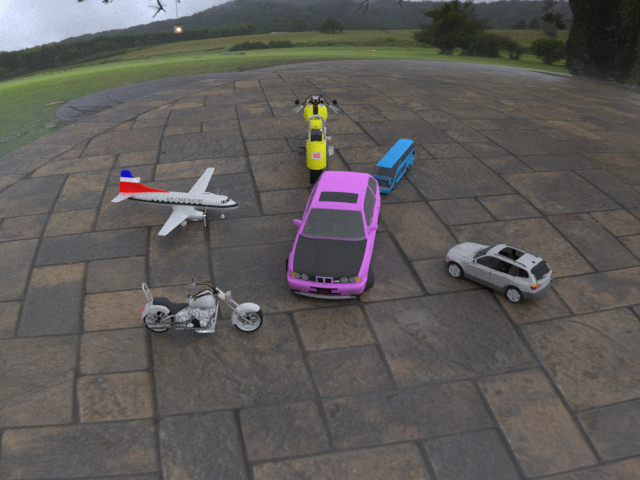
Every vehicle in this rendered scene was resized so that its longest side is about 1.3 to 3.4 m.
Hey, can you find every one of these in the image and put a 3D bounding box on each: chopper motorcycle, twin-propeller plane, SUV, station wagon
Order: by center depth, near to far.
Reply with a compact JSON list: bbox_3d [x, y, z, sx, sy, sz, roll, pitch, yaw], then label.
[{"bbox_3d":[-1.527,0.869,9.026,1.563,0.761,0.466,-1,29,-3],"label":"chopper motorcycle"},{"bbox_3d":[2.562,0.366,10.114,1.572,0.580,0.656,24,37,36],"label":"SUV"},{"bbox_3d":[0.273,-0.227,10.828,1.327,0.920,3.105,4,29,7],"label":"station wagon"},{"bbox_3d":[-2.422,-0.775,11.942,2.129,0.792,2.663,4,29,8],"label":"twin-propeller plane"},{"bbox_3d":[-0.079,-2.208,13.805,0.906,1.480,3.040,0,29,-1],"label":"chopper motorcycle"}]

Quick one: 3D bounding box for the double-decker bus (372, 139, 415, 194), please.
[{"bbox_3d":[1.406,-1.402,13.325,0.389,0.541,1.672,12,31,20],"label":"double-decker bus"}]
